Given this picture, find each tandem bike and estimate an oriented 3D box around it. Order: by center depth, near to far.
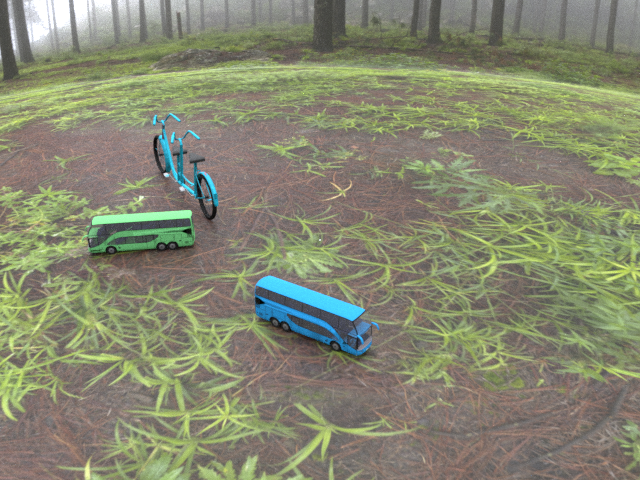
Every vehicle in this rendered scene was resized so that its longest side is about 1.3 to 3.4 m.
[{"bbox_3d":[-2.474,-1.410,12.491,0.550,1.326,3.192,-15,30,-26],"label":"tandem bike"}]

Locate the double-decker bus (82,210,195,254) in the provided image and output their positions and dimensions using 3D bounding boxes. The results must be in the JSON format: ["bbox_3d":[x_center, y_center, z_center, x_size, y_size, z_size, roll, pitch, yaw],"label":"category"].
[{"bbox_3d":[-2.792,-0.123,10.832,1.672,0.541,0.389,-4,27,-8],"label":"double-decker bus"}]

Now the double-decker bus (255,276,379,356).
[{"bbox_3d":[-0.080,0.942,8.744,1.672,0.541,0.389,17,32,30],"label":"double-decker bus"}]
